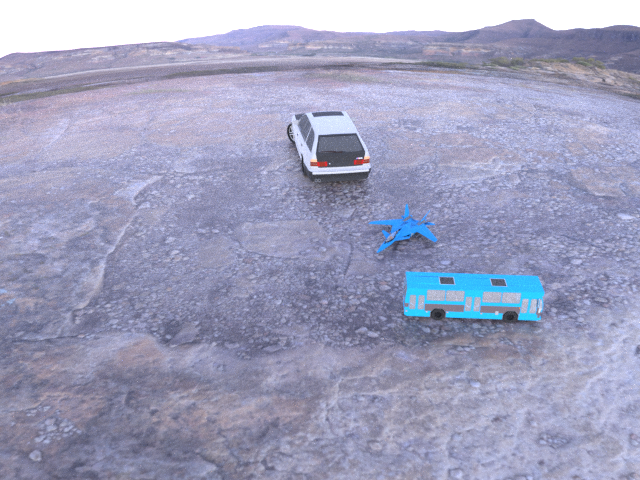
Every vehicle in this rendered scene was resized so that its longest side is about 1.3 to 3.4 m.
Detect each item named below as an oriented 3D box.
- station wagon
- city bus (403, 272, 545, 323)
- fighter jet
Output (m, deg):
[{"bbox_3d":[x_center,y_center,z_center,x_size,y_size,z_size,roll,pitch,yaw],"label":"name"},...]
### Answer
[{"bbox_3d":[0.137,-2.031,13.584,1.327,0.920,3.105,-4,27,-8],"label":"station wagon"},{"bbox_3d":[1.888,0.716,8.726,1.674,0.460,0.476,2,27,3],"label":"city bus"},{"bbox_3d":[1.199,-0.152,10.611,1.147,0.286,1.358,17,32,29],"label":"fighter jet"}]
